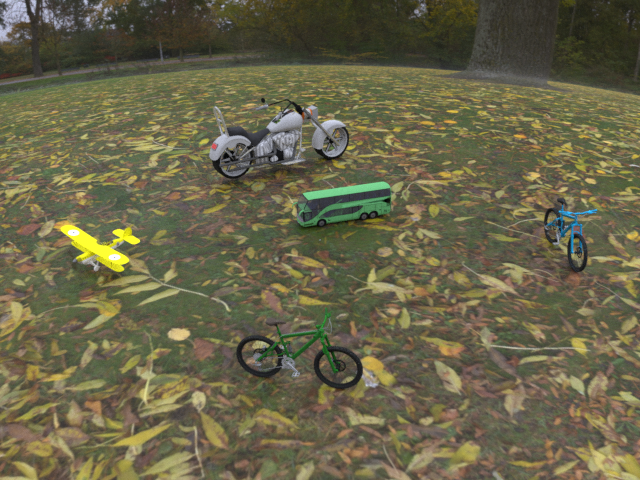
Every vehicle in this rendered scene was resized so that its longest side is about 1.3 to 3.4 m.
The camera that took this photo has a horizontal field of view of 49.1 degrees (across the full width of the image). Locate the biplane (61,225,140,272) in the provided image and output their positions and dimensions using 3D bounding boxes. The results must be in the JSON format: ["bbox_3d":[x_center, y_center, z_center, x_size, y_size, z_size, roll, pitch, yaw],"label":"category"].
[{"bbox_3d":[-3.186,0.129,10.351,1.336,0.504,1.090,18,32,31],"label":"biplane"}]

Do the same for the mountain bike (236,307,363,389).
[{"bbox_3d":[-0.242,1.236,7.805,1.469,0.868,0.573,6,28,12],"label":"mountain bike"}]

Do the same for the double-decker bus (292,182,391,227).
[{"bbox_3d":[0.382,-0.591,11.708,1.672,0.541,0.389,-9,29,-17],"label":"double-decker bus"}]

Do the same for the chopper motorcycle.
[{"bbox_3d":[-0.728,-2.070,13.555,3.040,1.480,0.906,-17,32,-29],"label":"chopper motorcycle"}]

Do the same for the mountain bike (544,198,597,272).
[{"bbox_3d":[3.693,-0.159,10.513,0.573,0.868,1.469,-3,27,-5],"label":"mountain bike"}]
